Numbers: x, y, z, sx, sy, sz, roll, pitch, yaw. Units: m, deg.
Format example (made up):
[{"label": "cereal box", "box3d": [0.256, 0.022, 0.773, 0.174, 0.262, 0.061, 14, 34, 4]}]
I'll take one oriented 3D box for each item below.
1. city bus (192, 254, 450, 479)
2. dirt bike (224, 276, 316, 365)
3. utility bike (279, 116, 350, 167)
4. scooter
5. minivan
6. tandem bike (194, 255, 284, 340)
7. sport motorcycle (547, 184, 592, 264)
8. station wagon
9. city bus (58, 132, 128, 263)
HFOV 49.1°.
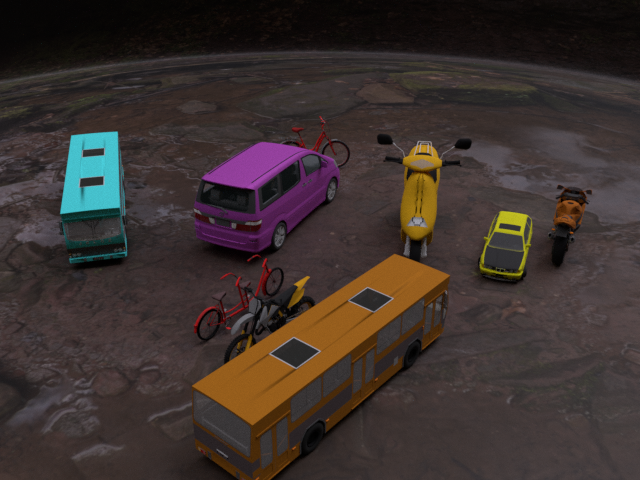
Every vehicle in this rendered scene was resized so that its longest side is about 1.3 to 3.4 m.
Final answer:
[{"label": "city bus", "box3d": [0.165, 1.252, 7.385, 0.926, 0.894, 3.255, 22, 35, 35]}, {"label": "dirt bike", "box3d": [-0.548, 0.916, 8.049, 0.527, 0.857, 1.493, 22, 35, 35]}, {"label": "utility bike", "box3d": [-0.158, -1.799, 12.996, 1.435, 0.946, 0.535, -1, 28, -2]}, {"label": "scooter", "box3d": [1.466, -0.770, 10.198, 1.288, 1.786, 2.721, 4, 29, 8]}, {"label": "minivan", "box3d": [-0.725, -0.870, 11.006, 1.324, 1.197, 3.011, 13, 31, 22]}, {"label": "tandem bike", "box3d": [-0.978, 0.662, 8.705, 0.283, 0.682, 1.642, 19, 34, 32]}, {"label": "sport motorcycle", "box3d": [3.617, -0.255, 10.259, 0.506, 0.821, 1.520, 12, 31, 22]}, {"label": "station wagon", "box3d": [2.702, 0.035, 10.088, 0.682, 0.473, 1.597, 10, 30, 18]}, {"label": "city bus", "box3d": [-3.536, -0.745, 11.093, 0.926, 0.894, 3.255, -7, 29, -13]}]
